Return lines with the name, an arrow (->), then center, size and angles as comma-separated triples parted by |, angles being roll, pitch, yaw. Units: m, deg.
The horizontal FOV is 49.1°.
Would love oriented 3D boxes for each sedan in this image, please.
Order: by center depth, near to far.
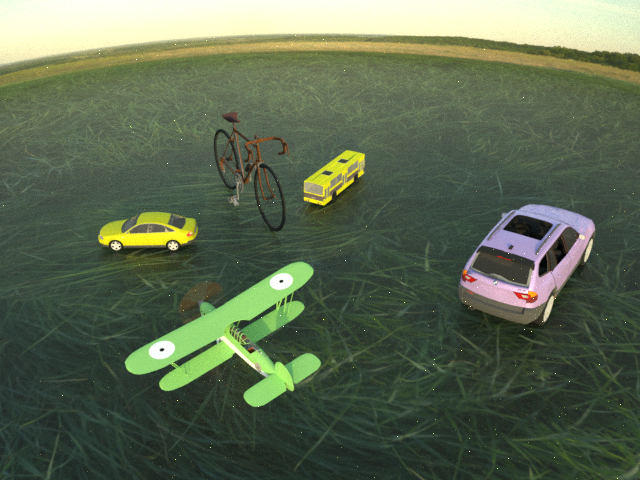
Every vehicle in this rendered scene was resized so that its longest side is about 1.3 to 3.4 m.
sedan -> -2.821, -0.171, 11.471 | 1.613, 0.483, 0.635 | 0, 30, -1

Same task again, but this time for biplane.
biplane -> -0.968, 1.271, 8.468 | 2.598, 0.981, 2.120 | -21, 36, -32

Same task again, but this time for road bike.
road bike -> -1.300, -1.318, 12.288 | 0.697, 1.656, 3.004 | -16, 33, -25

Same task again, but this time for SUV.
SUV -> 3.122, 0.128, 10.304 | 1.276, 1.128, 3.058 | 19, 35, 29

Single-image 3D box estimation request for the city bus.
city bus -> 0.294, -1.172, 13.232 | 0.476, 0.460, 1.674 | 16, 34, 25
